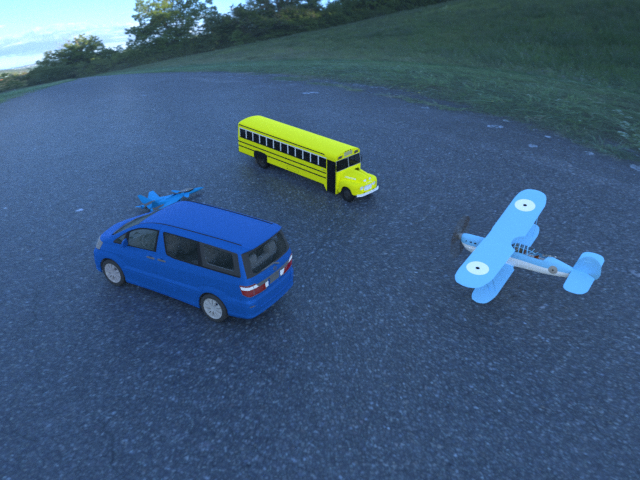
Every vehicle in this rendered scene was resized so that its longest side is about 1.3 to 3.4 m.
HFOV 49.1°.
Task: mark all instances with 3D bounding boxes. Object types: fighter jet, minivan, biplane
[{"bbox_3d":[-2.628,-0.827,12.686,1.147,0.286,1.358,22,35,35],"label":"fighter jet"},{"bbox_3d":[-1.873,0.144,9.913,3.011,1.197,1.324,15,32,26],"label":"minivan"},{"bbox_3d":[2.875,0.254,9.937,2.120,0.981,2.598,18,33,30],"label":"biplane"}]

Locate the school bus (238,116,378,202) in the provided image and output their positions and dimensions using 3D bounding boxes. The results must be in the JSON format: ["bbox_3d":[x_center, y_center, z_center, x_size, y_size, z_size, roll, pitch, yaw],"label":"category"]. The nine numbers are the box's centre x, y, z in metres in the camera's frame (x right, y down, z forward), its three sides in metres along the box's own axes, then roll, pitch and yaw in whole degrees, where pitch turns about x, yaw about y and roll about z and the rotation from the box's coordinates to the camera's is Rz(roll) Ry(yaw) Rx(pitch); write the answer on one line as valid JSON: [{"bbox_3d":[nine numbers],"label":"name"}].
[{"bbox_3d":[-0.278,-1.627,13.589,3.322,0.844,0.709,25,37,38],"label":"school bus"}]
